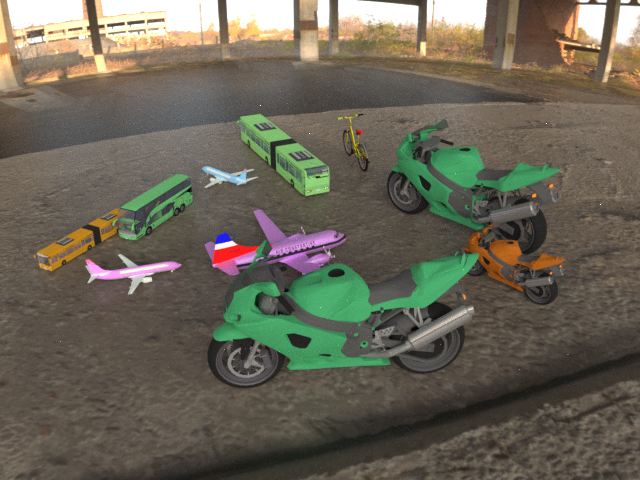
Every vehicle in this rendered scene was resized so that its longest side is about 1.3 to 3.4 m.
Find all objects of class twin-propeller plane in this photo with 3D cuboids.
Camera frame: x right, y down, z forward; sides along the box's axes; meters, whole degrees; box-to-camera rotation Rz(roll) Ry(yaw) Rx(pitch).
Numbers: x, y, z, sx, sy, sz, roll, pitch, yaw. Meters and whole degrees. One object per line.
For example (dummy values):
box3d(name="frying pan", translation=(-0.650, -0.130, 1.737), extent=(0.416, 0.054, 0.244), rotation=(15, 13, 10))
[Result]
box3d(name="twin-propeller plane", translation=(-0.534, 0.065, 9.995), extent=(2.129, 0.792, 2.663), rotation=(-14, 31, -25))

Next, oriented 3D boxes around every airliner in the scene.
box3d(name="airliner", translation=(-2.606, 0.358, 9.828), extent=(1.307, 0.429, 1.161), rotation=(-10, 30, -18))
box3d(name="airliner", translation=(-1.759, -1.264, 12.883), extent=(1.307, 0.429, 1.161), rotation=(24, 36, 37))

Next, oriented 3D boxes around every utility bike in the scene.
box3d(name="utility bike", translation=(0.641, -1.920, 13.566), extent=(0.535, 0.946, 1.435), rotation=(-8, 29, -15))

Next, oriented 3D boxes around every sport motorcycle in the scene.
box3d(name="sport motorcycle", translation=(2.229, -0.824, 10.810), extent=(2.955, 1.596, 0.983), rotation=(24, 36, 38))
box3d(name="sport motorcycle", translation=(0.236, 0.864, 7.634), extent=(2.955, 1.596, 0.983), rotation=(-4, 28, -7))
box3d(name="sport motorcycle", translation=(2.570, 0.315, 9.493), extent=(1.520, 0.821, 0.506), rotation=(25, 37, 38))

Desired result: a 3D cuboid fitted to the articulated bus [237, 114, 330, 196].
box3d(name="articulated bus", translation=(-0.761, -1.715, 13.590), extent=(0.605, 0.561, 3.401), rotation=(-13, 30, -22))

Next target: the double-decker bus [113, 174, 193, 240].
box3d(name="double-decker bus", translation=(-2.675, -0.536, 11.393), extent=(0.389, 0.541, 1.672), rotation=(12, 30, 22))

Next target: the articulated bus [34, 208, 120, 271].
box3d(name="articulated bus", translation=(-3.575, -0.035, 10.720), extent=(0.311, 0.289, 1.749), rotation=(14, 31, 24))
